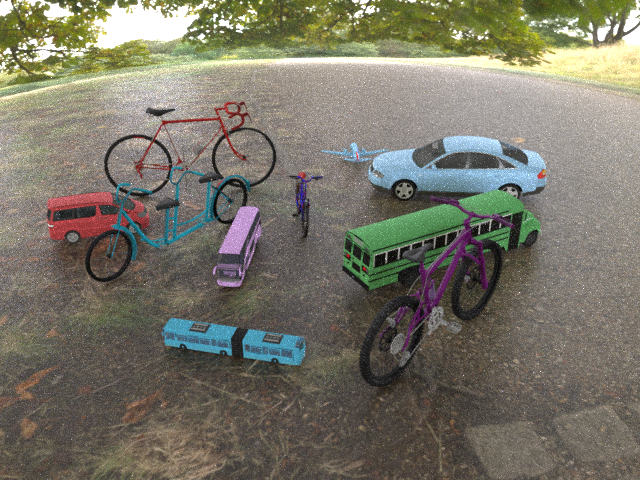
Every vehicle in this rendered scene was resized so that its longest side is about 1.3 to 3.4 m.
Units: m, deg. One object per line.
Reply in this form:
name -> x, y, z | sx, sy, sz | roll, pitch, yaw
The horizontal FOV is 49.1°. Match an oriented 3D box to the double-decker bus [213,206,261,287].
double-decker bus -> -1.182, 0.092, 10.309 | 0.389, 0.541, 1.672 | 3, 29, 6

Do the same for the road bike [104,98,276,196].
road bike -> -2.260, -1.597, 12.263 | 3.004, 1.656, 0.697 | -5, 29, -10

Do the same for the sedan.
sedan -> 2.436, -1.322, 12.508 | 3.137, 0.940, 1.235 | 2, 28, 5

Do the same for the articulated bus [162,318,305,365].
articulated bus -> -1.054, 1.226, 8.474 | 1.749, 0.289, 0.311 | 7, 29, 12

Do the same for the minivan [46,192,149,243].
minivan -> -3.535, -0.413, 11.166 | 1.548, 0.616, 0.681 | -10, 30, -17

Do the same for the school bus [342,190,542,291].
school bus -> 1.909, -0.062, 10.276 | 3.322, 0.844, 0.709 | -16, 32, -26

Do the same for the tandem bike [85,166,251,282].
tandem bike -> -2.178, -0.454, 10.495 | 0.550, 1.326, 3.192 | 21, 35, 34

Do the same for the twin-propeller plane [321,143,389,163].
twin-propeller plane -> 0.707, -1.773, 13.903 | 1.370, 0.407, 1.095 | -1, 28, -2

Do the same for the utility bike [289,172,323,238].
utility bike -> -0.241, -0.692, 11.335 | 0.535, 0.946, 1.435 | -4, 29, -7

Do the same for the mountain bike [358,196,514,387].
mountain bike -> 1.420, 0.560, 8.235 | 1.114, 1.688, 2.857 | 24, 36, 37
